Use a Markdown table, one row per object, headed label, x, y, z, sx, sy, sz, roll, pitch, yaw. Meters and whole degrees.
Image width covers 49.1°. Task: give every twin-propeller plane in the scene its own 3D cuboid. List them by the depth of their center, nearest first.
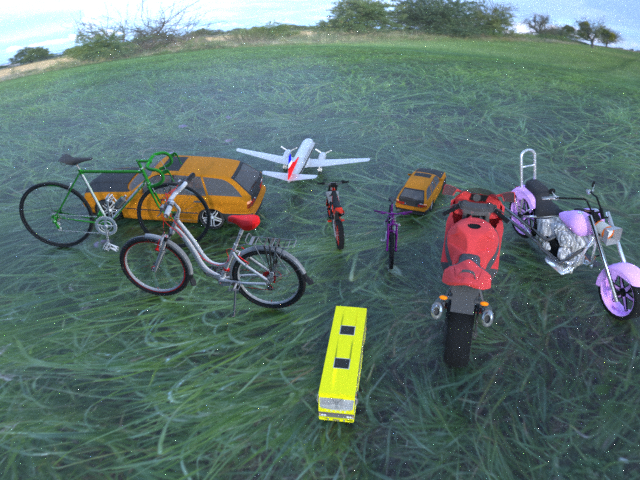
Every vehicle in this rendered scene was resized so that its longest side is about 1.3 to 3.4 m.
| label | x | y | z | sx | sy | sz | roll | pitch | yaw |
| --- | --- | --- | --- | --- | --- | --- | --- | --- | --- |
| twin-propeller plane | -0.380 | -1.626 | 13.469 | 2.663 | 0.792 | 2.129 | 5 | 31 | 9 |

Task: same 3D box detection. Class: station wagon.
| label | x | y | z | sx | sy | sz | roll | pitch | yaw |
| --- | --- | --- | --- | --- | --- | --- | --- | --- | --- |
| station wagon | -2.545 | -0.924 | 12.152 | 3.105 | 0.920 | 1.327 | 4 | 31 | 7 |
| station wagon | 1.857 | -0.982 | 12.691 | 0.682 | 0.473 | 1.597 | 12 | 32 | 19 |

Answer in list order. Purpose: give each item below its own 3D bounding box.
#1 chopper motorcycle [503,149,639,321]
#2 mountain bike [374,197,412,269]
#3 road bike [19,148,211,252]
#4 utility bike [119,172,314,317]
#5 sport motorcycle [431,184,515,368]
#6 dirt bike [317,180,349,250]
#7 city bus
| label | x | y | z | sx | sy | sz | roll | pitch | yaw |
| --- | --- | --- | --- | --- | --- | --- | --- | --- | --- |
| chopper motorcycle | 3.741 | -0.150 | 10.286 | 0.906 | 1.480 | 3.040 | -11 | 32 | -17 |
| mountain bike | 1.117 | -0.198 | 10.970 | 0.573 | 0.868 | 1.469 | 2 | 31 | 3 |
| road bike | -3.216 | -0.595 | 10.870 | 3.004 | 1.656 | 0.697 | 0 | 31 | 1 |
| utility bike | -1.475 | 0.168 | 9.394 | 2.791 | 1.839 | 1.039 | 5 | 31 | 9 |
| sport motorcycle | 1.982 | 0.357 | 9.312 | 0.983 | 1.596 | 2.955 | 8 | 31 | 13 |
| dirt bike | 0.236 | -0.503 | 11.500 | 0.527 | 0.857 | 1.493 | -4 | 31 | -7 |
| city bus | 0.296 | 1.479 | 8.527 | 0.476 | 0.460 | 1.674 | 4 | 31 | 7 |
